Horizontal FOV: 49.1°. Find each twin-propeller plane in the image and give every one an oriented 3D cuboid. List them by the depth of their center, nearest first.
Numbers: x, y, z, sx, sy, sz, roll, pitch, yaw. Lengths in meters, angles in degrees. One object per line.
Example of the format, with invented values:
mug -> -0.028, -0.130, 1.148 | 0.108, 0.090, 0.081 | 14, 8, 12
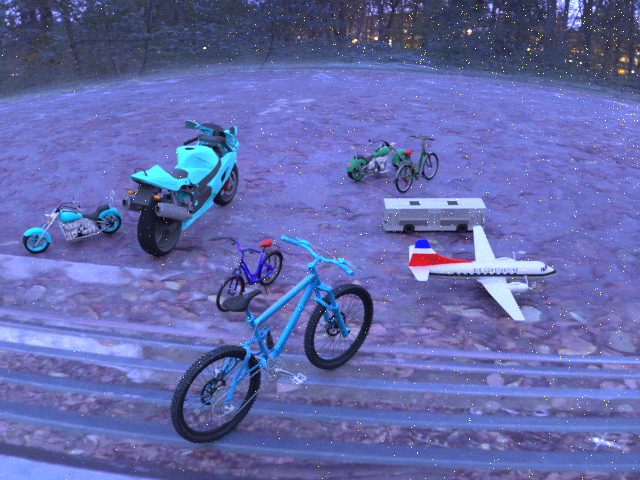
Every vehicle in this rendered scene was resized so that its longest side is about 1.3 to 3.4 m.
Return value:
twin-propeller plane -> 2.315, 0.342, 9.915 | 2.129, 0.792, 2.663 | 0, 28, 0

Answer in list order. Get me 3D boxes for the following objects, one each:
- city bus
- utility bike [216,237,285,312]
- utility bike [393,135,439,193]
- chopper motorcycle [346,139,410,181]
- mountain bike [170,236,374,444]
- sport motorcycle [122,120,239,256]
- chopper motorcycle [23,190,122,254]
city bus -> 1.892, -0.408, 11.711 | 1.674, 0.460, 0.476 | 0, 28, -1
utility bike -> -0.901, 0.392, 9.651 | 0.535, 0.946, 1.435 | 19, 33, 31
utility bike -> 1.797, -1.474, 13.231 | 0.535, 0.946, 1.435 | 23, 35, 37
chopper motorcycle -> 1.162, -1.630, 13.730 | 1.563, 0.761, 0.466 | -19, 33, -32
mountain bike -> -0.405, 1.044, 7.598 | 2.857, 1.688, 1.114 | -24, 36, -37
sport motorcycle -> -2.111, -0.919, 11.462 | 0.983, 1.596, 2.955 | 11, 29, 19
chopper motorcycle -> -3.950, -0.298, 11.175 | 1.563, 0.761, 0.466 | -16, 32, -28
